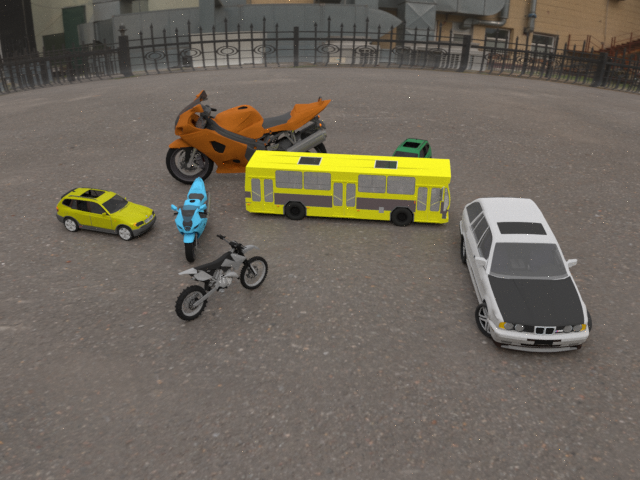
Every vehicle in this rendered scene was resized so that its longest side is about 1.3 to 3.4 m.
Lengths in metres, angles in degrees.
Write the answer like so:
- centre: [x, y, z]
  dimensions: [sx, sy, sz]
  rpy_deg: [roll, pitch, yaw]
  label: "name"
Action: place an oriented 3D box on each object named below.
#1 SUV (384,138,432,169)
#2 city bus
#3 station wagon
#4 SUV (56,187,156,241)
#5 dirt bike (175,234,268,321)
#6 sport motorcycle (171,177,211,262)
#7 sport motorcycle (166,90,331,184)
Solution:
- centre: [1.617, -1.433, 12.885]
  dimensions: [0.656, 0.580, 1.572]
  rpy_deg: [11, 29, 20]
  label: "SUV"
- centre: [0.458, -0.837, 11.374]
  dimensions: [3.255, 0.894, 0.926]
  rpy_deg: [4, 27, 7]
  label: "city bus"
- centre: [2.592, 0.279, 9.164]
  dimensions: [1.327, 0.920, 3.105]
  rpy_deg: [1, 27, 2]
  label: "station wagon"
- centre: [-3.356, -0.447, 10.956]
  dimensions: [1.572, 0.580, 0.656]
  rpy_deg: [8, 28, 16]
  label: "SUV"
- centre: [-1.240, 0.437, 8.924]
  dimensions: [0.527, 0.857, 1.493]
  rpy_deg: [24, 35, 38]
  label: "dirt bike"
- centre: [-1.872, -0.316, 10.437]
  dimensions: [0.506, 0.821, 1.520]
  rpy_deg: [-1, 27, -2]
  label: "sport motorcycle"
- centre: [-1.278, -1.770, 12.427]
  dimensions: [2.955, 1.596, 0.983]
  rpy_deg: [-2, 27, -4]
  label: "sport motorcycle"
